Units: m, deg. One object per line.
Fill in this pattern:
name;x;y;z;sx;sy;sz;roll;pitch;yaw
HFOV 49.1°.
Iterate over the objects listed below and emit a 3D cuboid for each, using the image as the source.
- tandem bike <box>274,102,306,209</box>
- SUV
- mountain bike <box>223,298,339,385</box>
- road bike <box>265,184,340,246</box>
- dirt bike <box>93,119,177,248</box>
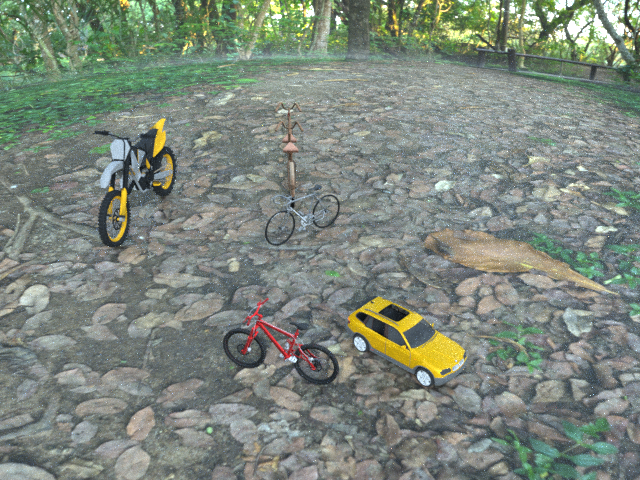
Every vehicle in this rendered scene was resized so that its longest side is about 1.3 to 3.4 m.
tandem bike;-0.565;-1.717;13.171;0.550;1.326;3.192;-2;28;-3
SUV;1.041;1.189;8.559;1.572;0.580;0.656;24;36;37
mountain bike;-0.474;1.233;8.175;1.469;0.868;0.573;9;30;17
road bike;-0.264;-0.443;11.304;1.545;0.852;0.358;-21;35;-34
dirt bike;-3.023;-1.117;11.697;1.024;1.666;2.903;5;29;10
